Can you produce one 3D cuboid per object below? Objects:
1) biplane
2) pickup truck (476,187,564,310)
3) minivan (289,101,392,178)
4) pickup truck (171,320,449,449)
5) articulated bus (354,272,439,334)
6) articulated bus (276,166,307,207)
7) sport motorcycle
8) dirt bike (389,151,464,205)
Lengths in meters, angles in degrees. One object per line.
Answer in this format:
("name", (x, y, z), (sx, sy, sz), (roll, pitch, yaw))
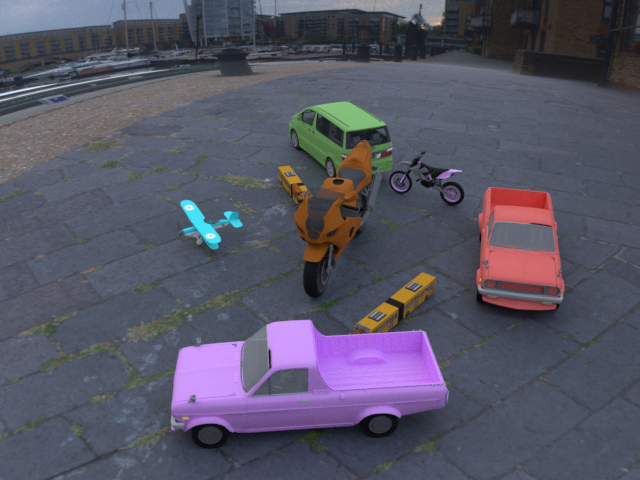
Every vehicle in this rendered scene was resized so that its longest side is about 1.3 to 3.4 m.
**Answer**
("biplane", (-1.843, -0.226, 11.719), (1.090, 0.504, 1.336), (-16, 33, -27))
("pickup truck", (3.096, -0.046, 10.884), (1.244, 0.993, 3.117), (6, 29, 11))
("minivan", (0.353, -2.244, 14.677), (1.324, 1.197, 3.011), (-13, 31, -22))
("pickup truck", (-0.152, 1.531, 8.011), (3.117, 0.993, 1.244), (-3, 29, -5))
("articulated bus", (1.087, 0.945, 9.810), (0.311, 0.289, 1.749), (21, 35, 33))
("articulated bus", (-0.448, -0.970, 13.299), (0.311, 0.289, 1.749), (-9, 30, -16))
("sport motorcycle", (0.297, -0.391, 10.885), (0.983, 1.596, 2.955), (9, 30, 16))
("dirt bike", (1.981, -1.146, 13.029), (1.493, 0.857, 0.527), (15, 32, 25))
